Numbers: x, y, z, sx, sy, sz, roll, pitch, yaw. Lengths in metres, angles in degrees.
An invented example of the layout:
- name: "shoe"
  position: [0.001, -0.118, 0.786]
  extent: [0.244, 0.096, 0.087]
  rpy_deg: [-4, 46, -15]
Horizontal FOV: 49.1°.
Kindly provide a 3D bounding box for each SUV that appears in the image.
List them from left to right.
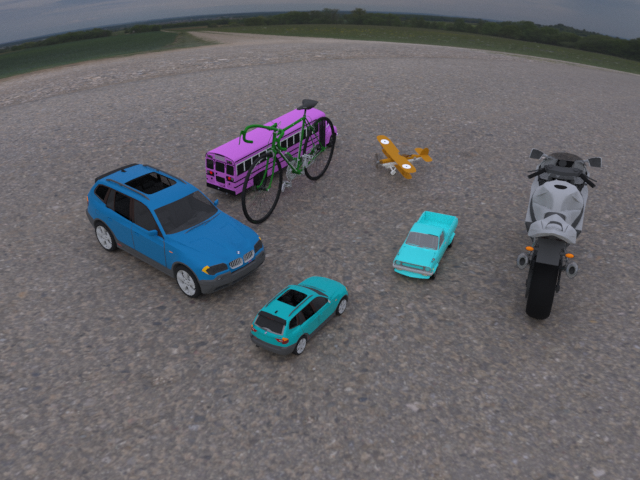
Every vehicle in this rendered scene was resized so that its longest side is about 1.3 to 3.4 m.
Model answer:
- name: "SUV"
  position: [-2.183, -0.252, 10.251]
  extent: [3.058, 1.128, 1.276]
  rpy_deg: [23, 38, 34]
- name: "SUV"
  position: [-0.236, 0.866, 8.892]
  extent: [0.656, 0.580, 1.572]
  rpy_deg: [18, 35, 28]

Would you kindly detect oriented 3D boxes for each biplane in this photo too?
- name: "biplane"
  position: [1.544, -1.495, 12.977]
  extent: [1.090, 0.504, 1.336]
  rpy_deg: [-12, 32, -19]

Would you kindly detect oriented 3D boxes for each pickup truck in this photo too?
- name: "pickup truck"
  position: [1.595, 0.007, 10.419]
  extent: [0.640, 0.511, 1.603]
  rpy_deg: [12, 33, 20]

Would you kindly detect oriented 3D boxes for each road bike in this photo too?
- name: "road bike"
  position: [-0.464, -1.441, 11.750]
  extent: [0.696, 1.656, 3.004]
  rpy_deg: [16, 34, 25]

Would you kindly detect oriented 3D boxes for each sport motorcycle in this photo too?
- name: "sport motorcycle"
  position: [3.214, -0.178, 9.664]
  extent: [0.983, 1.596, 2.955]
  rpy_deg: [11, 32, 17]

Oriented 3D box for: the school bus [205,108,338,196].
- name: "school bus"
  position: [-0.778, -1.756, 13.085]
  extent: [0.709, 0.844, 3.322]
  rpy_deg: [19, 35, 29]
